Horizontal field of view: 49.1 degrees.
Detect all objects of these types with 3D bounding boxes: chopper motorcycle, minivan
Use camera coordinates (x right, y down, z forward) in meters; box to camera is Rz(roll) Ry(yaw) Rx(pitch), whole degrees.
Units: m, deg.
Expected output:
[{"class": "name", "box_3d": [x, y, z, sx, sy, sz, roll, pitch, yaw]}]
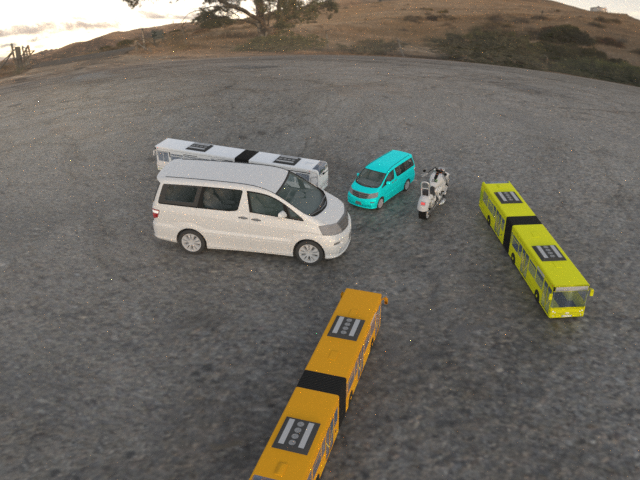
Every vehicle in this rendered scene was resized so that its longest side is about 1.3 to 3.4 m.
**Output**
[{"class": "chopper motorcycle", "box_3d": [1.975, -0.913, 11.996, 0.466, 0.761, 1.563, 12, 31, 20]}, {"class": "minivan", "box_3d": [1.102, -1.080, 12.454, 0.681, 0.616, 1.548, 19, 34, 30]}, {"class": "minivan", "box_3d": [-1.019, -0.487, 10.763, 3.011, 1.197, 1.324, 5, 29, 9]}]

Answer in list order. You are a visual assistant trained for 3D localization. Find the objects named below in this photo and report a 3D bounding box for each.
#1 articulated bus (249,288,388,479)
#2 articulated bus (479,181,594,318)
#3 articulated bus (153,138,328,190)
[{"class": "articulated bus", "box_3d": [0.073, 1.617, 7.580, 0.605, 0.561, 3.401, 8, 30, 15]}, {"class": "articulated bus", "box_3d": [3.097, 0.018, 10.502, 0.605, 0.561, 3.401, -2, 29, -4]}, {"class": "articulated bus", "box_3d": [-1.516, -1.383, 13.065, 3.401, 0.561, 0.605, 11, 30, 19]}]
